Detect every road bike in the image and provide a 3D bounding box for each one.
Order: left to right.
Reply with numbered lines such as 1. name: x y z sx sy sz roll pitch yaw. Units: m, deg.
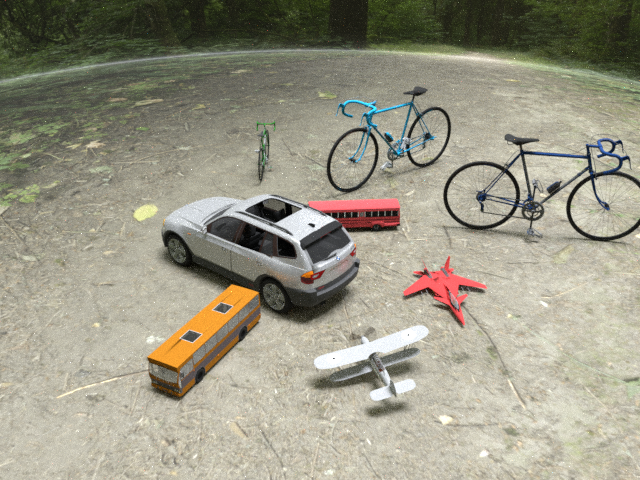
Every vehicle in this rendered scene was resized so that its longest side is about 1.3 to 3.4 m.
1. road bike: -1.043 -1.703 13.000 0.358 0.852 1.545 1 29 2
2. road bike: 1.305 -1.861 12.454 3.004 1.656 0.696 -20 35 -32
3. road bike: 3.396 -0.805 10.535 3.004 1.656 0.696 6 29 10

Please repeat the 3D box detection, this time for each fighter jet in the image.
1. fighter jet: 1.702 0.663 9.285 1.147 0.286 1.358 -4 29 -7

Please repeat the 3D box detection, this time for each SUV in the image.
1. SUV: -0.897 -0.045 9.700 3.058 1.128 1.276 22 35 34

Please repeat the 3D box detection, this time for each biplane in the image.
1. biplane: 0.623 1.391 7.737 1.336 0.504 1.090 -8 30 -14

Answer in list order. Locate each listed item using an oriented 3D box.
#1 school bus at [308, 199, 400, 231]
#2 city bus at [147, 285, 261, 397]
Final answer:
1. school bus: 0.398 -0.386 11.041 1.708 0.434 0.365 -2 29 -4
2. city bus: -1.310 1.152 8.217 0.476 0.460 1.674 14 32 24
